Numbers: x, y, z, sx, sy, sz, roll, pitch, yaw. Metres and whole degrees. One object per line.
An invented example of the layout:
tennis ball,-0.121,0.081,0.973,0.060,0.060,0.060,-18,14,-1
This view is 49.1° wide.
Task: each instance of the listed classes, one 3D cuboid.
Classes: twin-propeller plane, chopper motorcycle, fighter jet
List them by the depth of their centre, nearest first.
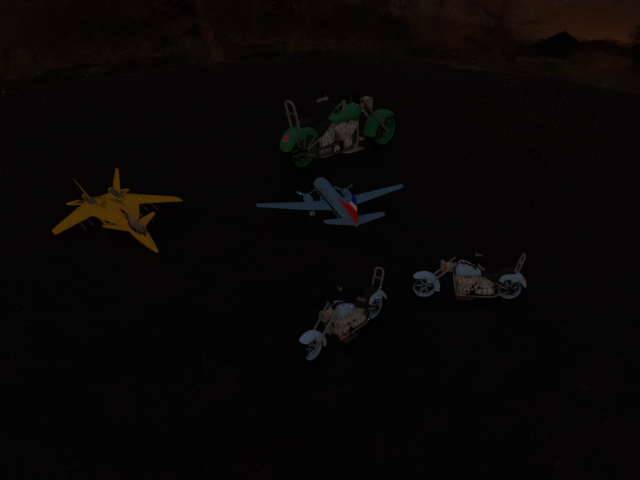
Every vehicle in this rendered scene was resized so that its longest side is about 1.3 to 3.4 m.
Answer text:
chopper motorcycle,0.294,0.924,8.728,0.466,0.761,1.563,24,36,37
chopper motorcycle,2.029,0.490,9.551,1.563,0.761,0.466,2,28,5
fighter jet,-3.245,-0.463,11.575,2.229,0.557,2.640,-18,33,-31
twin-propeller plane,0.261,-0.739,11.848,2.663,0.792,2.129,-9,29,-16
chopper motorcycle,0.447,-2.365,14.192,3.040,1.480,0.906,-22,35,-35
